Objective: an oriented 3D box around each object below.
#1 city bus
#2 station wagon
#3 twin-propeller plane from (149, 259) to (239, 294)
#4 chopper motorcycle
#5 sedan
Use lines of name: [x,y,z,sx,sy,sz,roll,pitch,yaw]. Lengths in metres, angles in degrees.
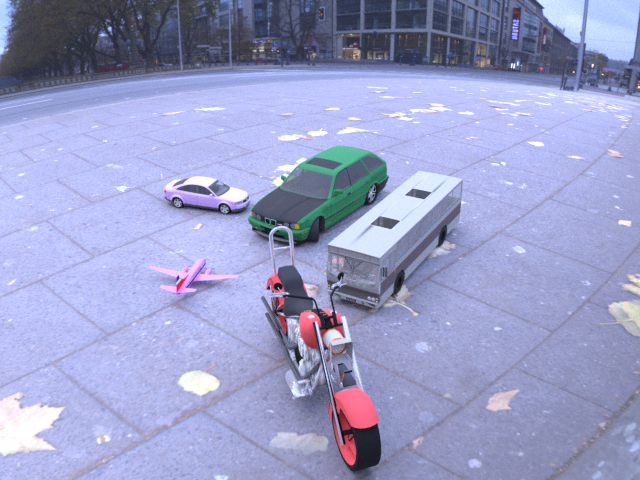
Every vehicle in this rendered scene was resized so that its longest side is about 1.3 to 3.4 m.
city bus: [1.229,-0.082,10.675,0.926,0.894,3.255,14,30,26]
station wagon: [0.028,-0.907,12.297,1.327,0.920,3.105,16,31,29]
twin-propeller plane: [-1.865,0.473,10.109,1.370,0.407,1.095,5,27,11]
chopper motorcycle: [-0.040,1.068,7.718,0.906,1.480,3.040,-9,28,-17]
sedan: [-2.046,-0.856,12.684,1.613,0.483,0.635,8,28,16]
